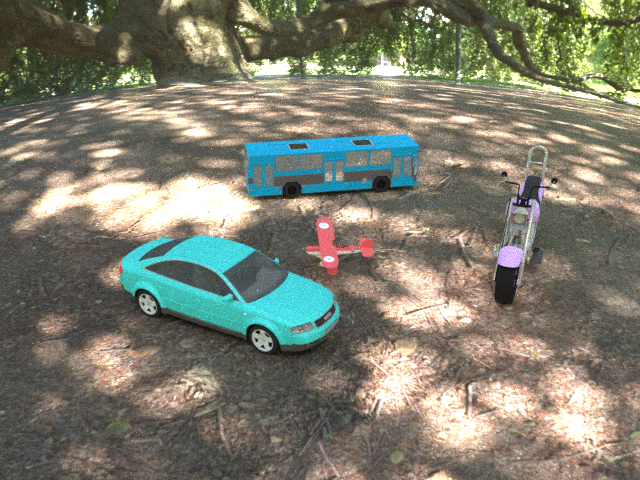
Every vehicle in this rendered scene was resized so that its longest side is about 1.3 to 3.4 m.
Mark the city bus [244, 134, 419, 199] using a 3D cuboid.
[{"bbox_3d":[0.211,-1.395,13.344,3.255,0.894,0.926,-5,26,-10],"label":"city bus"}]

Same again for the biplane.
[{"bbox_3d":[0.266,0.146,10.577,1.090,0.504,1.336,-2,26,-4],"label":"biplane"}]

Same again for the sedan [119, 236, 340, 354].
[{"bbox_3d":[-1.229,0.569,9.190,3.137,0.940,1.235,13,29,26],"label":"sedan"}]

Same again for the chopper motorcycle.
[{"bbox_3d":[2.997,-0.300,10.379,0.906,1.480,3.040,10,27,20],"label":"chopper motorcycle"}]
